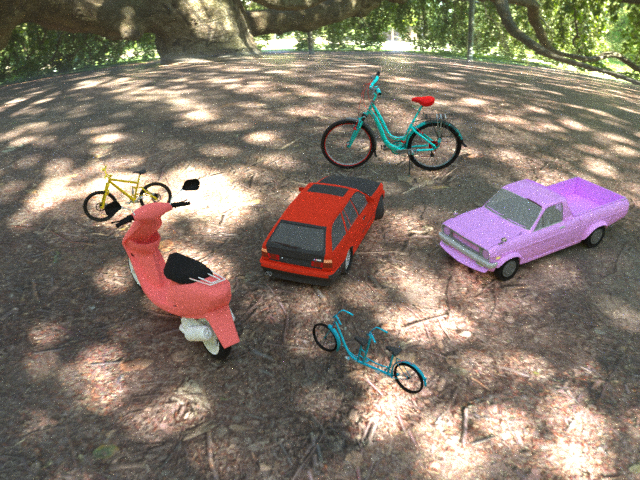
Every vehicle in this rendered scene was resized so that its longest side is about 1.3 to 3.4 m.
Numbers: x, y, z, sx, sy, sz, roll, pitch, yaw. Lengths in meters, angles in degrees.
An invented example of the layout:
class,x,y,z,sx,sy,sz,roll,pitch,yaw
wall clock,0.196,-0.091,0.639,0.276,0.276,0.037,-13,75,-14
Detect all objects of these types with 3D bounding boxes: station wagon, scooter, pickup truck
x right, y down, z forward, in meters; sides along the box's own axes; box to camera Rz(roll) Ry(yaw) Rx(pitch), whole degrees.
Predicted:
class,x,y,z,sx,sy,sz,roll,pitch,yaw
station wagon,0.148,-0.405,10.980,1.327,0.920,3.105,10,30,17
scooter,-1.861,0.292,8.829,1.288,1.786,2.721,-21,35,-33
pickup truck,3.350,-0.360,10.823,3.117,0.993,1.244,-17,33,-27

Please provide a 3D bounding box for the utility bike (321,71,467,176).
class,x,y,z,sx,sy,sz,roll,pitch,yaw
utility bike,1.402,-2.101,13.093,2.791,1.839,1.039,1,29,2

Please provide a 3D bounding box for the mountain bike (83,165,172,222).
class,x,y,z,sx,sy,sz,roll,pitch,yaw
mountain bike,-3.226,-0.781,11.712,1.469,0.868,0.573,-11,31,-19

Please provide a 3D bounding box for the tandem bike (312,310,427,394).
class,x,y,z,sx,sy,sz,roll,pitch,yaw
tandem bike,0.547,1.269,8.206,1.642,0.682,0.283,21,35,33
